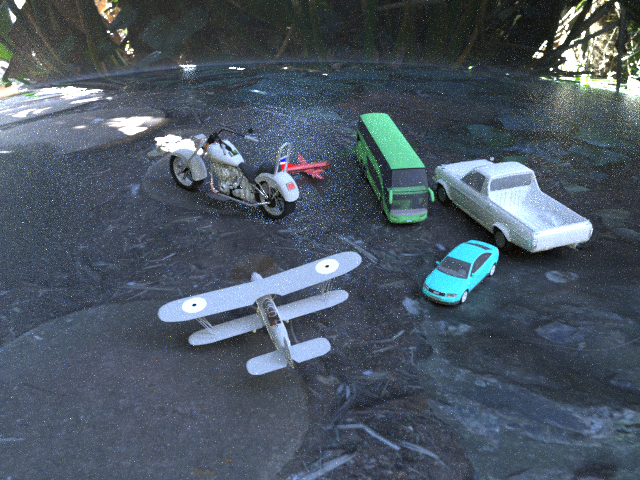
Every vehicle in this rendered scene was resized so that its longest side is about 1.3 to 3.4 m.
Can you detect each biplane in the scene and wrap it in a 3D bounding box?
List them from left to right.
[{"bbox_3d":[-0.635,0.956,8.621,2.598,0.981,2.120,-8,29,-15],"label":"biplane"}]

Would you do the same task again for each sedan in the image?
[{"bbox_3d":[2.063,0.410,10.179,0.635,0.483,1.613,19,33,32],"label":"sedan"}]

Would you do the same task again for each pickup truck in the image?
[{"bbox_3d":[3.112,-0.706,11.738,1.244,0.993,3.117,-10,30,-18],"label":"pickup truck"}]

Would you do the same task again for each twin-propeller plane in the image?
[{"bbox_3d":[-0.288,-1.476,13.812,1.095,0.407,1.370,-10,30,-18],"label":"twin-propeller plane"}]

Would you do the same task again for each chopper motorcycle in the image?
[{"bbox_3d":[-1.600,-1.310,12.356,3.040,1.480,0.906,21,34,34],"label":"chopper motorcycle"}]

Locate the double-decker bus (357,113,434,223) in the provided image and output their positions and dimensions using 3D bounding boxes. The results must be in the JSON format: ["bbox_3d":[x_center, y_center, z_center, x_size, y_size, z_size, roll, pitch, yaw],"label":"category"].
[{"bbox_3d":[1.287,-1.363,12.913,0.756,1.052,3.251,-4,28,-7],"label":"double-decker bus"}]
